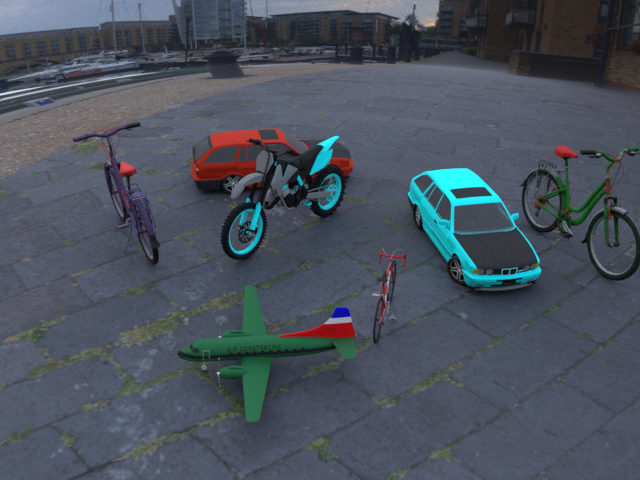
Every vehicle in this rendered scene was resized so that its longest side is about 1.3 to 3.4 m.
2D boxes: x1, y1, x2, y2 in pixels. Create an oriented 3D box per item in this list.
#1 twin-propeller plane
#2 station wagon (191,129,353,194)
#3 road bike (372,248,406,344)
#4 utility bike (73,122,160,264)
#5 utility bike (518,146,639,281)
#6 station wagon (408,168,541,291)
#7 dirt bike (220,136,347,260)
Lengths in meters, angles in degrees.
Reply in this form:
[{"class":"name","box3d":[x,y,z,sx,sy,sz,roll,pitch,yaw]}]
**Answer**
[{"class":"twin-propeller plane","box3d":[-0.631,1.177,8.290,2.129,0.792,2.663,-3,28,-5]},{"class":"station wagon","box3d":[-0.906,-1.600,13.409,3.105,0.920,1.327,-6,28,-11]},{"class":"road bike","box3d":[0.862,0.681,9.164,0.358,0.852,1.545,7,29,13]},{"class":"utility bike","box3d":[-3.095,-0.772,10.858,1.039,1.839,2.791,-14,31,-25]},{"class":"utility bike","box3d":[4.025,-0.675,10.675,1.039,1.839,2.791,-10,30,-19]},{"class":"station wagon","box3d":[2.343,-0.305,10.957,1.327,0.920,3.105,-5,28,-9]},{"class":"dirt bike","box3d":[-0.497,-0.809,11.113,1.024,1.666,2.903,21,34,34]}]
